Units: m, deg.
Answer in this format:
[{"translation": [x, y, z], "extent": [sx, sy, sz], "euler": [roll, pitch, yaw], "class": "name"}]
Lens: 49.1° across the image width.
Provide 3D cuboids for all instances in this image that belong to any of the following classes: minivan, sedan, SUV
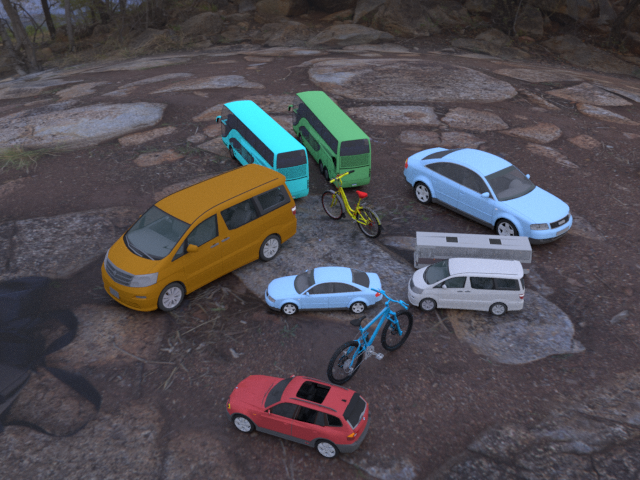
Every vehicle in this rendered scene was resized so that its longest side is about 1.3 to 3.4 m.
[{"translation": [-1.725, -0.099, 10.196], "extent": [1.324, 1.197, 3.011], "euler": [25, 38, 37], "class": "minivan"}, {"translation": [0.051, 0.657, 9.589], "extent": [1.613, 0.483, 0.635], "euler": [-1, 30, -2], "class": "sedan"}, {"translation": [2.790, -0.895, 11.852], "extent": [1.235, 0.940, 3.137], "euler": [-22, 36, -33], "class": "sedan"}, {"translation": [-0.241, 1.787, 7.506], "extent": [1.572, 0.580, 0.656], "euler": [11, 32, 19], "class": "SUV"}, {"translation": [1.990, 0.594, 9.566], "extent": [1.548, 0.616, 0.681], "euler": [3, 30, 6], "class": "minivan"}]

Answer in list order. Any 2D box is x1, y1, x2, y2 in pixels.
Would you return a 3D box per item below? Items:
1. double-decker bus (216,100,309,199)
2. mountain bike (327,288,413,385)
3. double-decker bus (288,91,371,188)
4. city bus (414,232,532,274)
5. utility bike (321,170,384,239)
[{"translation": [-1.133, -1.778, 13.291], "extent": [0.756, 1.052, 3.251], "euler": [-13, 32, -21], "class": "double-decker bus"}, {"translation": [0.631, 1.144, 8.345], "extent": [1.469, 0.868, 0.573], "euler": [-25, 38, -37], "class": "mountain bike"}, {"translation": [0.149, -2.067, 13.798], "extent": [0.756, 1.052, 3.251], "euler": [-9, 31, -15], "class": "double-decker bus"}, {"translation": [2.249, 0.207, 10.403], "extent": [1.674, 0.460, 0.476], "euler": [3, 30, 5], "class": "city bus"}, {"translation": [0.470, -0.573, 11.281], "extent": [0.535, 0.946, 1.435], "euler": [-24, 37, -36], "class": "utility bike"}]
